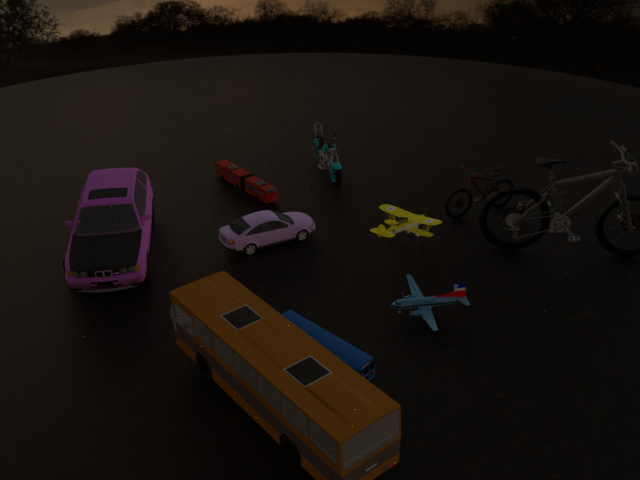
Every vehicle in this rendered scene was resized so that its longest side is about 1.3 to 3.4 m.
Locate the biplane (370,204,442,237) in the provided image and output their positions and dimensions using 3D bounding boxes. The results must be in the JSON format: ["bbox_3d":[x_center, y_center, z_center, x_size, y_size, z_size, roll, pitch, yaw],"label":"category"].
[{"bbox_3d":[1.322,-0.243,11.357,1.090,0.504,1.336,-21,35,-32],"label":"biplane"}]

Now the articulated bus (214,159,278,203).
[{"bbox_3d":[-1.402,-1.111,13.117,0.311,0.289,1.749,-22,36,-33],"label":"articulated bus"}]

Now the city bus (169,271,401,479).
[{"bbox_3d":[-0.521,1.501,7.863,0.926,0.894,3.255,-22,36,-33],"label":"city bus"}]

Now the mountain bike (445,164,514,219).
[{"bbox_3d":[2.780,-0.860,12.082,1.469,0.868,0.573,-14,32,-23],"label":"mountain bike"}]

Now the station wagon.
[{"bbox_3d":[-3.284,-0.301,11.036,1.327,0.920,3.105,-5,30,-9],"label":"station wagon"}]

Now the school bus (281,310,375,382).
[{"bbox_3d":[-0.073,1.314,8.664,1.708,0.434,0.365,25,38,37],"label":"school bus"}]

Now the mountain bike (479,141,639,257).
[{"bbox_3d":[3.908,-0.538,10.676,2.857,1.688,1.114,4,30,6],"label":"mountain bike"}]

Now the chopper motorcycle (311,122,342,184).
[{"bbox_3d":[0.146,-1.703,13.688,0.466,0.761,1.563,-8,30,-14],"label":"chopper motorcycle"}]

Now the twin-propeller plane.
[{"bbox_3d":[1.485,0.804,9.597,1.095,0.407,1.370,-4,30,-8],"label":"twin-propeller plane"}]

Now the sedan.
[{"bbox_3d":[-0.837,-0.202,11.306,1.613,0.483,0.635,-15,33,-25],"label":"sedan"}]
